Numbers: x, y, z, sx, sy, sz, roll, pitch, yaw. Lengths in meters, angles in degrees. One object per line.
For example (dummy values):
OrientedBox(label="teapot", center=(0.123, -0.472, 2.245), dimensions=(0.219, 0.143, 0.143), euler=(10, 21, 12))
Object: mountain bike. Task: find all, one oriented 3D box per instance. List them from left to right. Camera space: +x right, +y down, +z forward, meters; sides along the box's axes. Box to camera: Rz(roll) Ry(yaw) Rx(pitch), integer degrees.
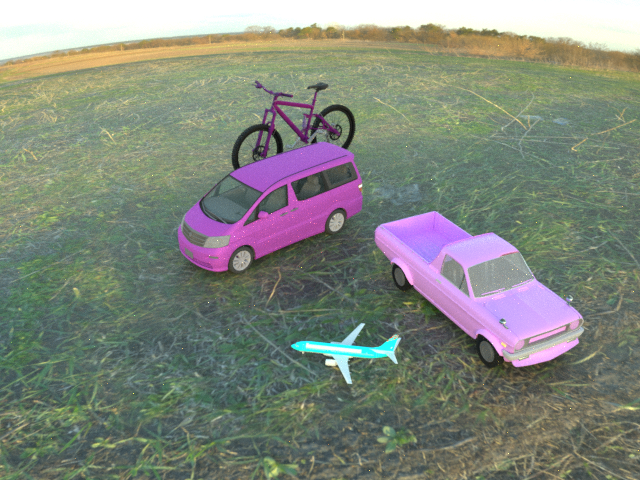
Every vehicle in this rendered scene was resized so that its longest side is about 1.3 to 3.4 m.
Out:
OrientedBox(label="mountain bike", center=(-0.437, -2.105, 13.034), dimensions=(2.857, 1.688, 1.114), euler=(-21, 35, -33))

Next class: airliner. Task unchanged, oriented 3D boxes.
OrientedBox(label="airliner", center=(0.293, 1.235, 8.317), dimensions=(1.307, 0.429, 1.161), euler=(5, 29, 9))

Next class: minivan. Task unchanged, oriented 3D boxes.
OrientedBox(label="minivan", center=(-0.738, -0.557, 10.753), dimensions=(3.011, 1.197, 1.324), euler=(-23, 36, -35))

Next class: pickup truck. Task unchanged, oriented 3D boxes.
OrientedBox(label="pickup truck", center=(1.954, 0.441, 9.166), dimensions=(1.244, 0.993, 3.117), euler=(-14, 32, -24))
